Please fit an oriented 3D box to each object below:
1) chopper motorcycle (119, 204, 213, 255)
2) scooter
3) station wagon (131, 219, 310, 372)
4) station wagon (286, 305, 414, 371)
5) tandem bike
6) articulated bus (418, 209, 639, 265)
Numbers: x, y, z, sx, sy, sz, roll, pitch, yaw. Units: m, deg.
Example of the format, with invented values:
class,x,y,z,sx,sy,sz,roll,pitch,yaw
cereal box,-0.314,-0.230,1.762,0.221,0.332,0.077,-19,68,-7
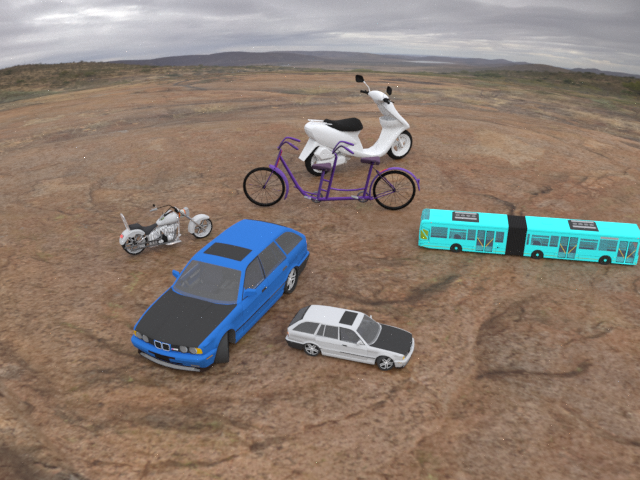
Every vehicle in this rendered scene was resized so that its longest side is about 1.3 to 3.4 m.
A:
class,x,y,z,sx,sy,sz,roll,pitch,yaw
chopper motorcycle,-2.475,-0.240,11.285,1.563,0.761,0.466,-17,32,-30
scooter,0.800,-2.317,14.248,2.721,1.786,1.288,-14,30,-26
station wagon,-1.261,0.579,9.494,1.327,0.920,3.105,11,29,21
station wagon,0.389,1.181,8.802,1.597,0.473,0.682,9,28,16
tandem bike,0.194,-1.162,12.480,3.192,1.326,0.550,2,27,3
articulated bus,3.303,-0.058,11.147,3.401,0.561,0.605,5,27,9
